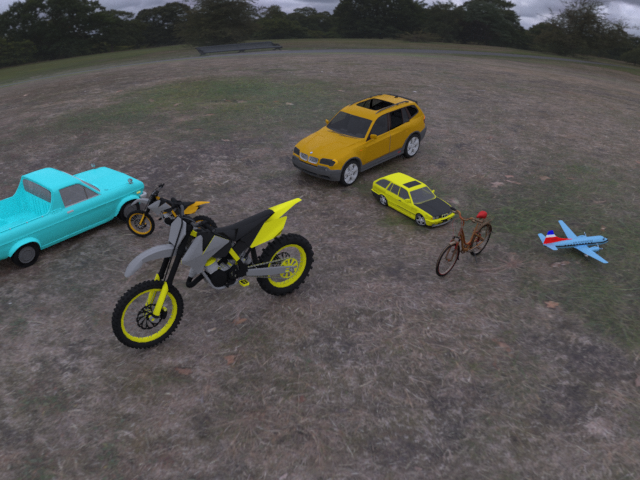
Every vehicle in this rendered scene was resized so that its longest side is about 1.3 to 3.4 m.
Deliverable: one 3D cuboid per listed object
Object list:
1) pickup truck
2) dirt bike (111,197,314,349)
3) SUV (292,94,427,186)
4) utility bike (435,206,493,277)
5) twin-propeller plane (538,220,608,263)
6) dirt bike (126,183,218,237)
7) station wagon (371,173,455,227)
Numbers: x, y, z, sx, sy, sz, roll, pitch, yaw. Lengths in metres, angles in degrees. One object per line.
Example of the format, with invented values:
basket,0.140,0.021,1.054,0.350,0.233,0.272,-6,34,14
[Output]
pickup truck,-4.262,-0.499,10.925,1.244,0.993,3.117,21,35,34
dirt bike,-1.263,0.298,8.781,2.903,1.666,1.024,-20,35,-32
SUV,0.813,-2.033,13.566,1.276,1.128,3.058,24,37,37
utility bike,2.172,-0.032,10.127,0.535,0.946,1.435,25,38,38
twin-propeller plane,3.900,-0.008,10.640,1.095,0.407,1.370,-6,29,-10
dirt bike,-2.321,-0.380,10.849,1.493,0.857,0.527,5,29,8
station wagon,1.572,-0.724,11.870,0.682,0.473,1.597,-19,34,-31
